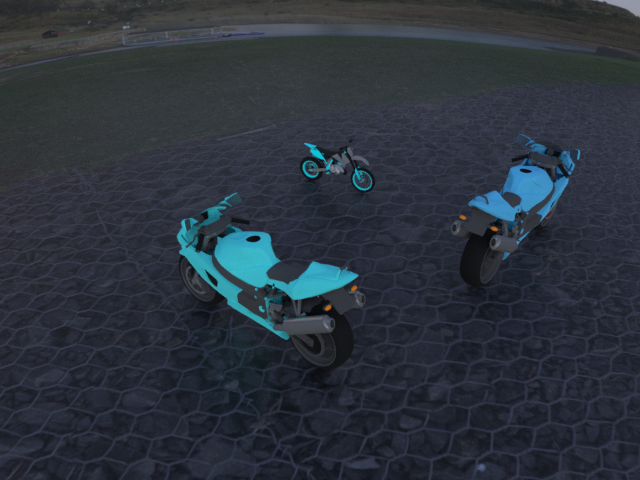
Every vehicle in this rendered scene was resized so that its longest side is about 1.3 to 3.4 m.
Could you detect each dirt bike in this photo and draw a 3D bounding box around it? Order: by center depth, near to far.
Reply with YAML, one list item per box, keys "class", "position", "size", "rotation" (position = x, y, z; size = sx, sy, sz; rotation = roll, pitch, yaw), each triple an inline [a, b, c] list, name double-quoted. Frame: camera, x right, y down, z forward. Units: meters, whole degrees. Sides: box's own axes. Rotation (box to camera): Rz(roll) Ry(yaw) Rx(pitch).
- class: "dirt bike"
  position: [0.301, -1.338, 12.398]
  size: [1.493, 0.857, 0.527]
  rotation: [15, 35, 23]

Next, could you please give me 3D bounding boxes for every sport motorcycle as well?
- class: "sport motorcycle"
  position: [-0.753, 0.509, 8.692]
  size: [2.955, 1.596, 0.983]
  rotation: [23, 38, 32]
- class: "sport motorcycle"
  position: [2.901, -0.463, 10.271]
  size: [0.983, 1.596, 2.955]
  rotation: [23, 39, 33]
